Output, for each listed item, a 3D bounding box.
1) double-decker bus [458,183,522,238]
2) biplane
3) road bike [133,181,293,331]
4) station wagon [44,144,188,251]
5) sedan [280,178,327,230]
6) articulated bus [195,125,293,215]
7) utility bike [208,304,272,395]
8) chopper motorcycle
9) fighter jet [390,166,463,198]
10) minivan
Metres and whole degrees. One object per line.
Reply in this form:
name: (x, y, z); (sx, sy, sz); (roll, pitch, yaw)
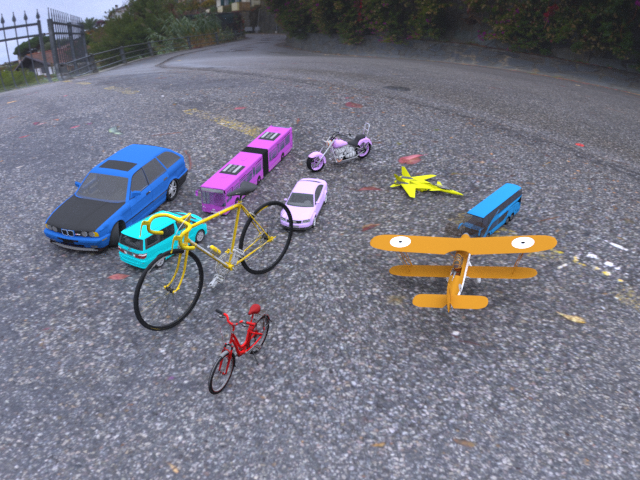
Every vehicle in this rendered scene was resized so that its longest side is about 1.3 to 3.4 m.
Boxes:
double-decker bus: (2.907, -0.436, 11.847); (0.389, 0.541, 1.672); (21, 35, 33)
biplane: (1.901, 0.421, 9.858); (2.598, 0.981, 2.120); (8, 30, 15)
road bike: (-1.388, 0.100, 9.741); (0.697, 1.656, 3.004); (22, 36, 34)
station wagon: (-3.503, -0.864, 12.225); (1.327, 0.920, 3.105); (9, 30, 16)
sedan: (-0.274, -0.695, 12.371); (0.635, 0.483, 1.613); (6, 30, 11)
articulated bus: (-1.352, -1.442, 13.631); (0.605, 0.561, 3.401); (9, 30, 16)
utility bike: (-0.911, 1.205, 8.486); (0.535, 0.946, 1.435); (13, 32, 23)
chopper motorcycle: (0.405, -1.884, 14.219); (1.563, 0.761, 0.466); (-18, 34, -29)
fighter jet: (2.066, -1.068, 13.243); (1.358, 0.286, 1.147); (15, 32, 25)
minivan: (-2.478, -0.103, 11.174); (0.681, 0.616, 1.548); (17, 33, 28)
